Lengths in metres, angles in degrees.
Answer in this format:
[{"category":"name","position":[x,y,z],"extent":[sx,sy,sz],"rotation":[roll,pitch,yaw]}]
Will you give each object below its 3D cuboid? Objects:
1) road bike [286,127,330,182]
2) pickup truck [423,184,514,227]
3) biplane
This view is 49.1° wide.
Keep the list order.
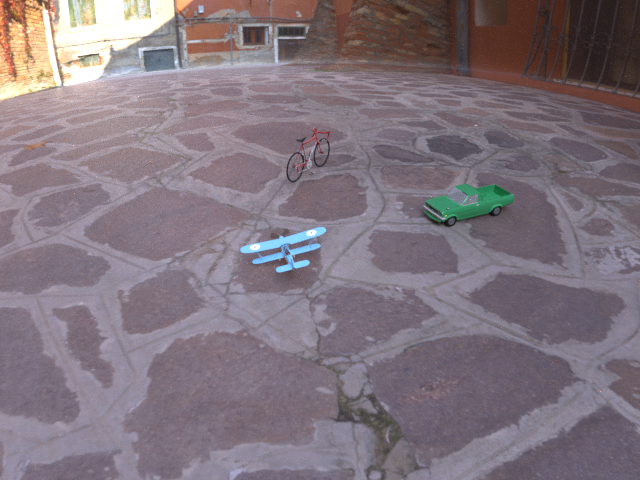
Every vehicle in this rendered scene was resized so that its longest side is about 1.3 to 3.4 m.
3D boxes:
[{"category":"road bike","position":[-0.220,-1.709,13.882],"extent":[0.358,0.852,1.545],"rotation":[17,32,29]},{"category":"pickup truck","position":[2.625,-0.691,12.317],"extent":[1.603,0.511,0.640],"rotation":[-13,30,-23]},{"category":"biplane","position":[-0.522,0.200,10.634],"extent":[1.336,0.504,1.090],"rotation":[-6,28,-12]}]
